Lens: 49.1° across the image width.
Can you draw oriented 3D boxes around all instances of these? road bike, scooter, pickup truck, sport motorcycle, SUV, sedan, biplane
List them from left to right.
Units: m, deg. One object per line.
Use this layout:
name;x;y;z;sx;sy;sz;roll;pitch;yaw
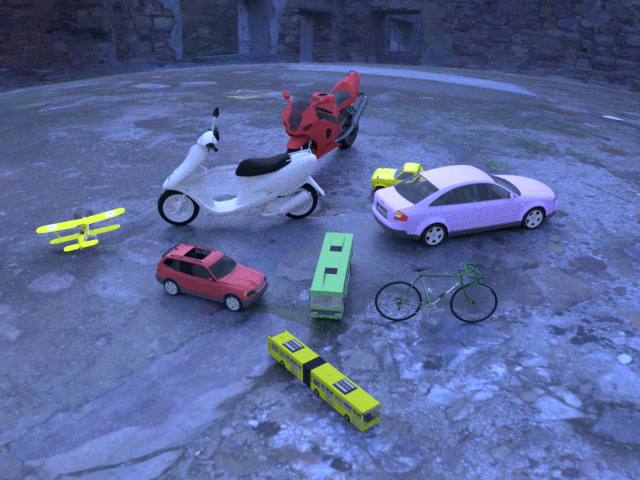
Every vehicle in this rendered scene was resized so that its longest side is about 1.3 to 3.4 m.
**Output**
biplane;-3.637;-0.102;10.687;1.336;0.504;1.090;-6;28;-12
SUV;-1.481;0.462;9.513;1.572;0.580;0.656;12;30;21
scooter;-1.281;-1.104;11.228;2.721;1.786;1.288;-4;28;-7
sport motorcycle;0.087;-2.278;13.706;0.983;1.596;2.955;13;30;24
pickup truck;1.713;-1.081;12.572;1.603;0.511;0.640;7;28;13
road bike;1.467;0.676;8.805;1.545;0.852;0.358;1;27;2
sedan;2.395;-0.684;11.338;3.137;0.940;1.235;-9;29;-17

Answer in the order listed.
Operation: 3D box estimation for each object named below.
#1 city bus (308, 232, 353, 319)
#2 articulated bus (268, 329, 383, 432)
city bus;0.183;0.472;9.625;0.476;0.460;1.674;3;28;7
articulated bus;0.007;1.522;7.782;0.311;0.289;1.749;-20;33;-33
